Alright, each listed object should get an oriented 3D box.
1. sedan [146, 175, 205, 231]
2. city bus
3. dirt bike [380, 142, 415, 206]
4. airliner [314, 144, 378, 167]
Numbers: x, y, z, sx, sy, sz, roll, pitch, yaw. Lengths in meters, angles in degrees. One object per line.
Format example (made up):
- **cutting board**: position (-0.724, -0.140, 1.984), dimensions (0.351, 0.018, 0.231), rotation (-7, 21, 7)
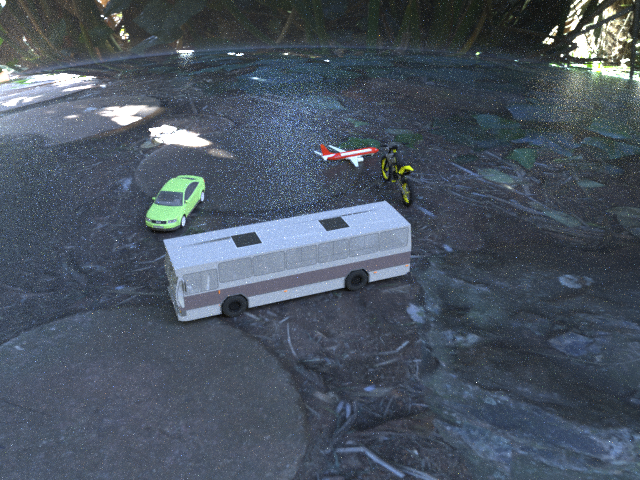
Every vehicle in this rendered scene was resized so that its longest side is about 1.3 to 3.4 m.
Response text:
- **sedan**: position (-2.382, -0.674, 11.577), dimensions (0.635, 0.483, 1.613), rotation (5, 30, 9)
- **city bus**: position (-0.400, 0.277, 9.468), dimensions (3.255, 0.894, 0.926), rotation (-11, 31, -18)
- **dirt bike**: position (1.333, -1.211, 12.151), dimensions (0.527, 0.857, 1.493), rotation (-8, 30, -14)
- **airliner**: position (0.571, -1.744, 13.534), dimensions (1.307, 0.429, 1.161), rotation (-13, 32, -22)
